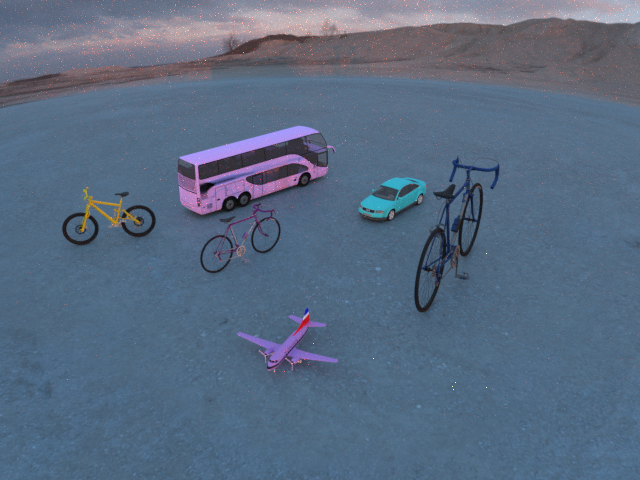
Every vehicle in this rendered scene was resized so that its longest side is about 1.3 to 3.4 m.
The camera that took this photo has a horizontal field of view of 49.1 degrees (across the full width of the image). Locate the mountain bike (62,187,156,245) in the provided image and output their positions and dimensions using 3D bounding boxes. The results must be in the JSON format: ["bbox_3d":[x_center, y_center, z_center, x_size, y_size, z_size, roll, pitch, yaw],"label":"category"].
[{"bbox_3d":[-3.416,-0.386,11.313,1.469,0.868,0.573,-9,27,-17],"label":"mountain bike"}]

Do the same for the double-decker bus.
[{"bbox_3d":[-1.133,-1.367,13.127,3.251,1.052,0.756,-22,33,-38],"label":"double-decker bus"}]

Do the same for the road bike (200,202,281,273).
[{"bbox_3d":[-1.187,-0.048,10.632,1.545,0.852,0.358,-23,34,-39],"label":"road bike"}]

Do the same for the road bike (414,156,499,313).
[{"bbox_3d":[1.908,-0.177,9.976,0.697,1.656,3.004,13,29,25],"label":"road bike"}]

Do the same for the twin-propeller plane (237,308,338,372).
[{"bbox_3d":[-0.367,1.224,8.516,1.370,0.407,1.095,12,28,23],"label":"twin-propeller plane"}]

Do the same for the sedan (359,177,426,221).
[{"bbox_3d":[1.319,-0.797,12.603,0.635,0.483,1.613,20,32,35],"label":"sedan"}]
